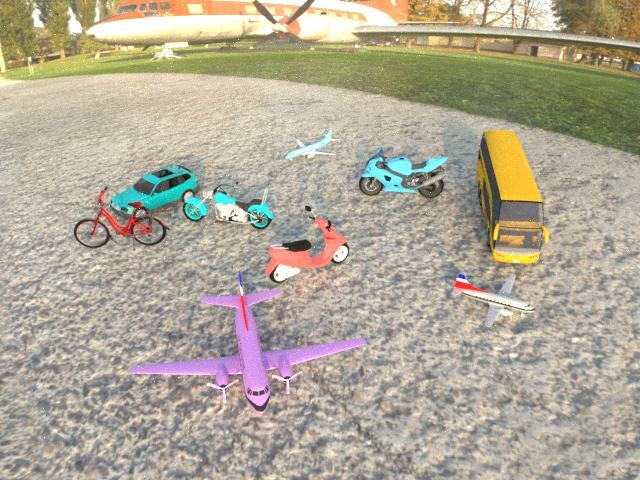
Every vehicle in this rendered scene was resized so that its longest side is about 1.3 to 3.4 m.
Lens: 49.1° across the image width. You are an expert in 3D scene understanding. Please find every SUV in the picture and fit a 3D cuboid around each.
[{"bbox_3d":[-2.807,-0.828,11.920,0.656,0.580,1.572,25,37,38],"label":"SUV"}]

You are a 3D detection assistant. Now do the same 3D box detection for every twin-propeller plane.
[{"bbox_3d":[-0.815,1.162,8.063,2.663,0.792,2.129,-6,29,-10],"label":"twin-propeller plane"},{"bbox_3d":[2.302,0.734,9.245,1.095,0.407,1.370,14,32,24],"label":"twin-propeller plane"}]

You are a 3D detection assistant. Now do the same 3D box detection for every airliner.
[{"bbox_3d":[-0.199,-1.934,14.099,1.307,0.429,1.161,-24,37,-37],"label":"airliner"}]

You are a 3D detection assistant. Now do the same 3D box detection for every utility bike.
[{"bbox_3d":[-3.009,-0.275,10.529,1.435,0.946,0.535,-3,29,-5],"label":"utility bike"}]

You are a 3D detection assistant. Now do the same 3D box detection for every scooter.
[{"bbox_3d":[-0.159,0.072,9.922,1.399,0.919,0.662,-17,33,-29],"label":"scooter"}]

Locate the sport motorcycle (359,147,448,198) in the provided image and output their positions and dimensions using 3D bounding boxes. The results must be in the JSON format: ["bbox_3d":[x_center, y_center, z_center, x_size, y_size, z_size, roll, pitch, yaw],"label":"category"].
[{"bbox_3d":[1.444,-1.133,12.228,1.520,0.821,0.506,2,29,4],"label":"sport motorcycle"}]

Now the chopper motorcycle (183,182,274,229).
[{"bbox_3d":[-1.495,-0.580,11.279,1.563,0.761,0.466,8,30,15],"label":"chopper motorcycle"}]

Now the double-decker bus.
[{"bbox_3d":[3.015,-0.753,11.292,0.756,1.052,3.251,3,29,6],"label":"double-decker bus"}]
